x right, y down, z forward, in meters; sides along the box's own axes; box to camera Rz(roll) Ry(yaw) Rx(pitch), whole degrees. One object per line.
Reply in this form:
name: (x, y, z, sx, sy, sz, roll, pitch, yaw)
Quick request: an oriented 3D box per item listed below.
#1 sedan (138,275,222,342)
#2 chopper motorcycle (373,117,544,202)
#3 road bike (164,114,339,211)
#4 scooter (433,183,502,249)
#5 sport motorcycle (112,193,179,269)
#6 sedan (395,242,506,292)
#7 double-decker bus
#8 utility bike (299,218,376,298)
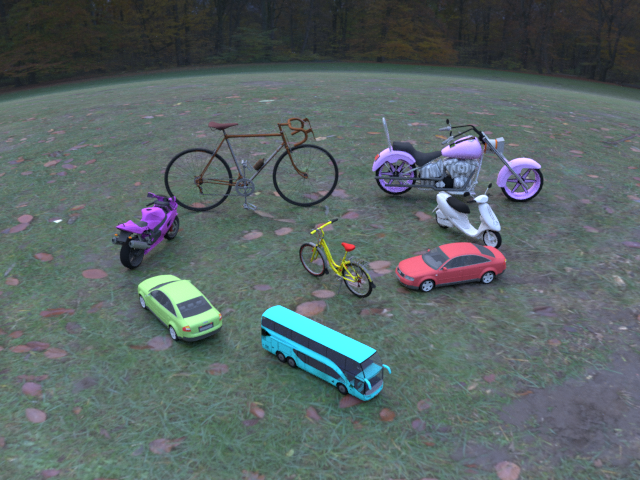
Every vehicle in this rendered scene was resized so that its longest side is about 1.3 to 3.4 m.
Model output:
sedan: (-1.852, 0.791, 9.082, 0.635, 0.483, 1.613, -18, 31, -32)
chopper motorcycle: (2.467, -1.429, 12.480, 3.040, 1.480, 0.906, 2, 26, 4)
road bike: (-1.166, -1.295, 12.007, 3.004, 1.656, 0.697, -3, 26, -6)
scooter: (2.349, -0.455, 11.130, 0.662, 0.919, 1.399, -20, 32, -34)
sport motorcycle: (-2.590, -0.171, 10.663, 0.506, 0.821, 1.520, 10, 28, 19)
sedan: (1.870, 0.338, 10.007, 1.613, 0.483, 0.635, -7, 27, -14)
double-decker bus: (0.017, 1.286, 8.008, 1.672, 0.541, 0.389, 20, 33, 35)
utility bike: (0.183, 0.258, 9.645, 1.435, 0.946, 0.535, 23, 34, 38)
